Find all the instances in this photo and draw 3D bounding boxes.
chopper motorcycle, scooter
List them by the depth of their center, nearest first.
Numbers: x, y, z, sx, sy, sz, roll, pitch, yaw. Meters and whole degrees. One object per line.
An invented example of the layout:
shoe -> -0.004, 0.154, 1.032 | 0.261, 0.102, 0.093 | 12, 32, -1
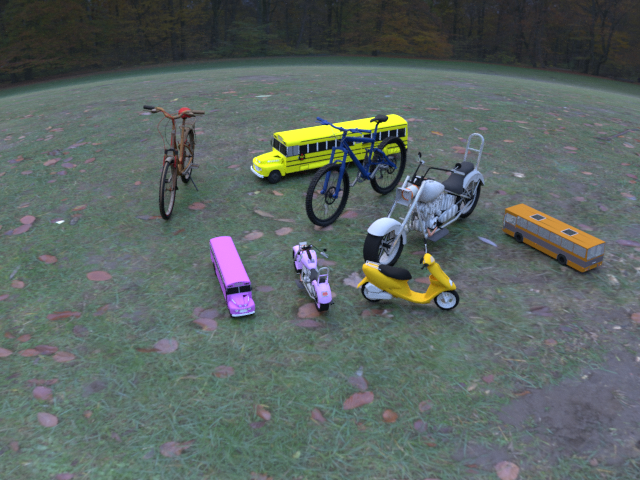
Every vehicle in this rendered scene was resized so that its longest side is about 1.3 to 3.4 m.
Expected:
scooter -> 1.204, 0.493, 9.470 | 1.399, 0.919, 0.662 | 6, 28, 11
chopper motorcycle -> -0.138, 0.386, 9.850 | 0.466, 0.761, 1.563 | -8, 28, -14
chopper motorcycle -> 1.717, -0.649, 11.074 | 0.906, 1.480, 3.040 | 22, 35, 36

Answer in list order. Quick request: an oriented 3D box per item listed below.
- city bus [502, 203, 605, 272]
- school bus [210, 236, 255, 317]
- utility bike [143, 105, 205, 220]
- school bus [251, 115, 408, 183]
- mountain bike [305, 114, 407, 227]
city bus -> 3.629, -0.038, 11.002 | 0.476, 0.460, 1.674 | -16, 31, -28
school bus -> -1.261, 0.507, 9.973 | 0.365, 0.434, 1.708 | -8, 28, -15
utility bike -> -2.461, -1.609, 12.545 | 1.039, 1.839, 2.791 | 1, 27, 1
school bus -> 0.210, -1.875, 14.147 | 3.322, 0.844, 0.709 | -13, 30, -24
mountain bike -> 0.696, -1.332, 12.174 | 1.114, 1.688, 2.857 | 21, 34, 34
